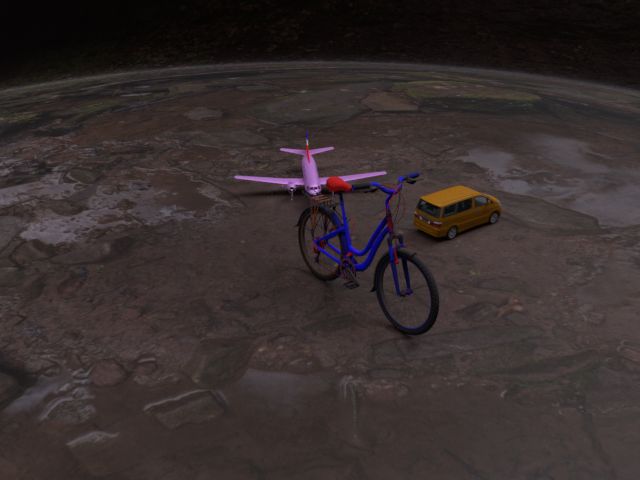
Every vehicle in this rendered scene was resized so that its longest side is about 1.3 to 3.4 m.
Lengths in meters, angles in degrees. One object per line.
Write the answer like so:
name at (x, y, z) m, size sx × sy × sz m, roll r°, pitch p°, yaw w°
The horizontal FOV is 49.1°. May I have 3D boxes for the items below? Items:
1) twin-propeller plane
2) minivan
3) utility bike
twin-propeller plane at (-0.174, -1.278, 12.381) m, size 2.663 × 0.792 × 2.129 m, roll -2°, pitch 27°, yaw -4°
minivan at (2.212, -0.505, 11.056) m, size 1.548 × 0.616 × 0.681 m, roll -18°, pitch 32°, yaw -32°
utility bike at (0.577, -0.063, 8.836) m, size 1.039 × 1.839 × 2.791 m, roll -19°, pitch 33°, yaw -33°
